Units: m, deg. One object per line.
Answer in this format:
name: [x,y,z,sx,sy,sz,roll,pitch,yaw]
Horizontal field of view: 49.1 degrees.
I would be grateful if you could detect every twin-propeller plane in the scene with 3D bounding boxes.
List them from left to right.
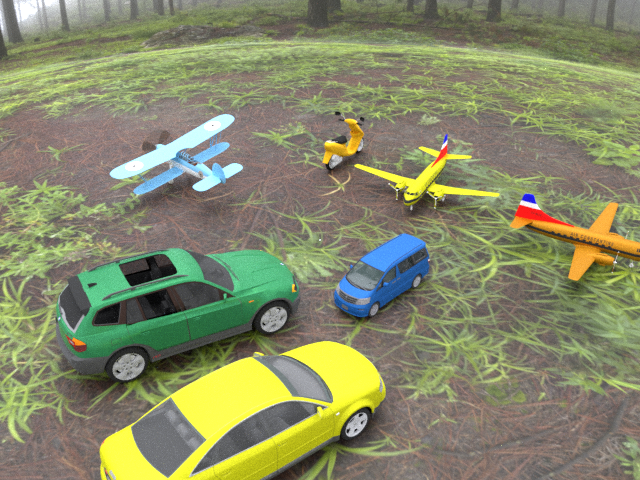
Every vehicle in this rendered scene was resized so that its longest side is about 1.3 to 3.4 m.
twin-propeller plane: [1.915,-1.196,12.395,2.663,0.792,2.129,15,34,23]
twin-propeller plane: [3.992,-0.133,10.595,2.129,0.792,2.663,17,35,27]

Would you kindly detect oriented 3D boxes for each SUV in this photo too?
SUV: [-1.747,0.719,8.822,3.058,1.128,1.276,-16,34,-25]

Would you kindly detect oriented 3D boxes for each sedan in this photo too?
sedan: [-0.679,1.788,7.198,3.137,0.940,1.235,-21,37,-32]

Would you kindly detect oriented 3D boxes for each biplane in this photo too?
biplane: [-2.366,-1.344,12.459,2.120,0.981,2.598,27,40,37]

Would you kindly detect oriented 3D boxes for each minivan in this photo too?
minivan: [0.869,0.477,9.737,0.681,0.616,1.548,26,39,37]

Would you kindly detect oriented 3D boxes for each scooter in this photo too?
scooter: [0.482,-1.946,13.540,0.662,0.919,1.399,19,35,29]
